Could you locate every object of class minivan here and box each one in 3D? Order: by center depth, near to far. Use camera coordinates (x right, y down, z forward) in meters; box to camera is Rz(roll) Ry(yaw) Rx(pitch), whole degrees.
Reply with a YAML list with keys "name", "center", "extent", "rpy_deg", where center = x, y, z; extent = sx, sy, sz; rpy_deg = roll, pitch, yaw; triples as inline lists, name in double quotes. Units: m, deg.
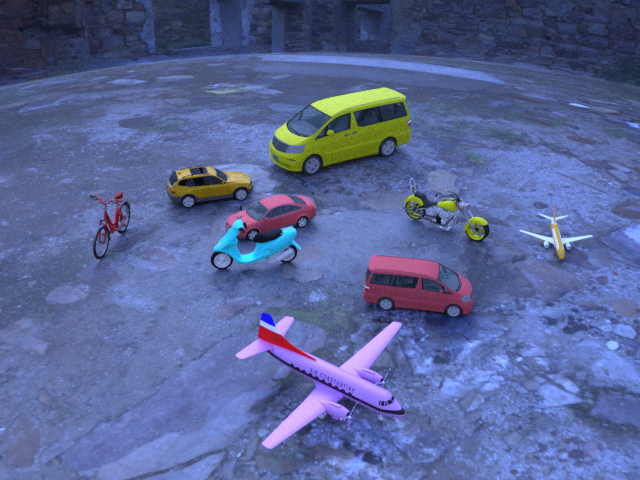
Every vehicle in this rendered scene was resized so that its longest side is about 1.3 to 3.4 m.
- name: "minivan"
  center: [1.402, 0.627, 9.880]
  extent: [1.548, 0.616, 0.681]
  rpy_deg: [5, 30, 9]
- name: "minivan"
  center: [0.413, -2.281, 14.409]
  extent: [3.011, 1.197, 1.324]
  rpy_deg: [-16, 33, -26]

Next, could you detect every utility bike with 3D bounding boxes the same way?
- name: "utility bike"
  center: [-3.306, -0.353, 11.271]
  extent: [0.535, 0.946, 1.435]
  rpy_deg: [5, 30, 8]

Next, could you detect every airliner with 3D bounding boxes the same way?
- name: "airliner"
  center: [3.873, -0.126, 11.393]
  extent: [1.161, 0.429, 1.307]
  rpy_deg: [5, 30, 8]

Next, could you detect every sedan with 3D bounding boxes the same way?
- name: "sedan"
  center: [-0.837, -0.440, 11.892]
  extent: [1.613, 0.483, 0.635]
  rpy_deg: [-16, 33, -25]

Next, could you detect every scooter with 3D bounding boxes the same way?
- name: "scooter"
  center: [-0.987, -0.005, 10.686]
  extent: [1.399, 0.919, 0.662]
  rpy_deg: [-6, 30, -10]

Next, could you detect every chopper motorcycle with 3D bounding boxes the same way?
- name: "chopper motorcycle"
  center: [2.115, -0.511, 11.736]
  extent: [1.563, 0.761, 0.466]
  rpy_deg: [20, 35, 32]

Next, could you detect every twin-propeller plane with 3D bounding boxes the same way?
- name: "twin-propeller plane"
  center: [0.077, 1.492, 8.180]
  extent: [2.129, 0.792, 2.663]
  rpy_deg: [20, 35, 31]

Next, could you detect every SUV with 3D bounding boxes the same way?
- name: "SUV"
  center: [-2.021, -1.040, 12.850]
  extent: [1.572, 0.580, 0.656]
  rpy_deg: [-9, 31, -16]
